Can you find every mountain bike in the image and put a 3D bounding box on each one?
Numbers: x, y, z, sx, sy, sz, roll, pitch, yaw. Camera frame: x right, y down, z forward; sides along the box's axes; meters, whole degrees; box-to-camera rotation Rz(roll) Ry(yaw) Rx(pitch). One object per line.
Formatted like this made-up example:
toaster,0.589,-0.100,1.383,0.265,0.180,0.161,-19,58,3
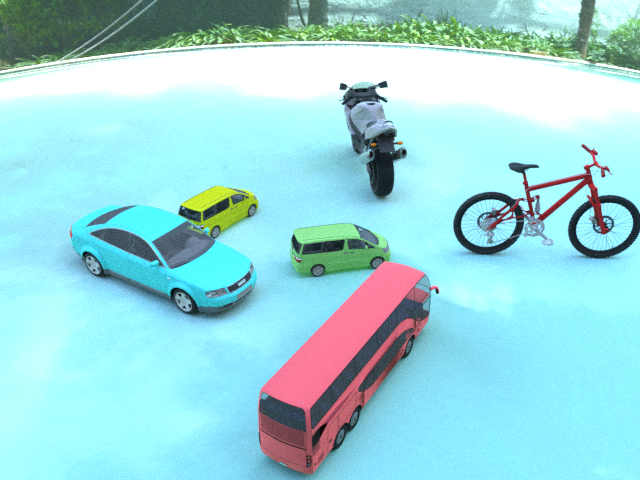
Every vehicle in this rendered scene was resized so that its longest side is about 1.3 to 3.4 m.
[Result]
mountain bike,3.510,-0.483,10.705,2.857,1.688,1.114,2,30,3

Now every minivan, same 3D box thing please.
minivan,0.326,0.101,10.767,1.548,0.616,0.681,-7,31,-12
minivan,-1.703,-0.560,11.897,0.681,0.616,1.548,20,36,30

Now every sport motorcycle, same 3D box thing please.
sport motorcycle,0.968,-2.025,13.429,0.983,1.596,2.955,-5,31,-8

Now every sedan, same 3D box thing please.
sedan,-2.361,0.137,10.385,3.137,0.940,1.235,18,35,28

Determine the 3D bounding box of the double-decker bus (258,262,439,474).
double-decker bus,0.434,1.313,8.264,0.756,1.052,3.251,17,34,26
